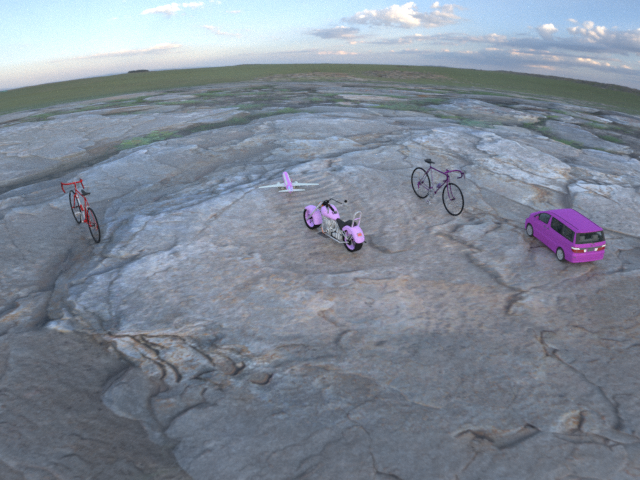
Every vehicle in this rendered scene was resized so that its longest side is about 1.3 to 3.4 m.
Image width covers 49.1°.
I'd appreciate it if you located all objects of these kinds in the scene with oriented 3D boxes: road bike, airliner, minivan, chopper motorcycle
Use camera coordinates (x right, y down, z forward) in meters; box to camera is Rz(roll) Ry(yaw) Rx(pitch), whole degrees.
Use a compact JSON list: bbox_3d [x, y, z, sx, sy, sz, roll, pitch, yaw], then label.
[{"bbox_3d":[-3.949,-0.518,11.668,0.358,0.852,1.545,-16,30,-31],"label":"road bike"},{"bbox_3d":[-0.621,-1.192,13.590,1.161,0.429,1.307,-4,26,-8],"label":"airliner"},{"bbox_3d":[2.121,-1.010,12.710,0.358,0.852,1.545,-13,28,-26],"label":"road bike"},{"bbox_3d":[3.889,-0.164,11.196,0.681,0.616,1.548,-6,26,-13],"label":"minivan"},{"bbox_3d":[0.201,-0.342,11.402,0.466,0.761,1.563,-16,30,-30],"label":"chopper motorcycle"}]
